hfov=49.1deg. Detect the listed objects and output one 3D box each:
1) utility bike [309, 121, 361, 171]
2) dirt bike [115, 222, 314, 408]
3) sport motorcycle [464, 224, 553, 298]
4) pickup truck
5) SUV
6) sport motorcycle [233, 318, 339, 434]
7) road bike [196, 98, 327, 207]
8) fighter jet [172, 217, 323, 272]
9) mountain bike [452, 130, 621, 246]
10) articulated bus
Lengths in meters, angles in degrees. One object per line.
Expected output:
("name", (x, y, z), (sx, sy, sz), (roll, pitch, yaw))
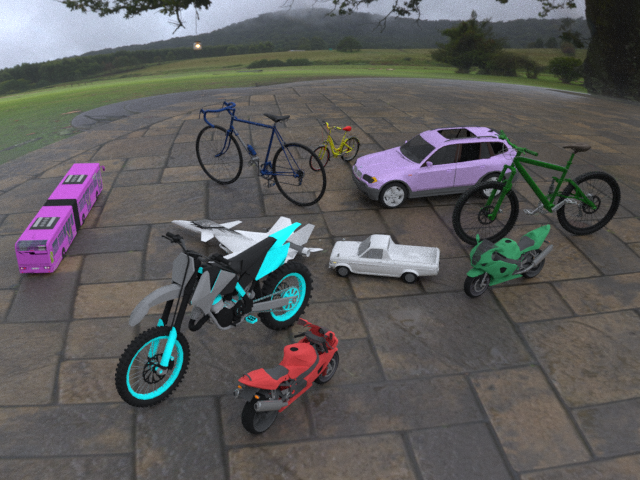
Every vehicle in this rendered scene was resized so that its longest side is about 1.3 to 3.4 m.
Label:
("utility bike", (0.358, -1.912, 14.014), (1.435, 0.946, 0.535), (-22, 34, -37))
("dirt bike", (-1.086, 0.692, 7.918), (1.024, 1.666, 2.903), (22, 33, 37))
("sport motorcycle", (2.599, 0.283, 9.704), (1.520, 0.821, 0.506), (-15, 30, -28))
("pickup truck", (0.939, 0.234, 10.154), (1.603, 0.511, 0.640), (5, 27, 10))
("SUV", (2.110, -1.406, 12.782), (3.058, 1.128, 1.276), (-6, 27, -12))
("sport motorcycle", (-0.289, 1.419, 7.398), (0.506, 0.821, 1.520), (20, 33, 35))
("road bike", (-1.134, -1.585, 12.549), (3.004, 1.656, 0.697), (17, 31, 30))
("fighter jet", (-1.357, -0.136, 10.851), (2.640, 0.557, 2.229), (17, 31, 30))
("mountain bike", (3.416, -0.760, 10.840), (2.857, 1.688, 1.114), (-6, 27, -12))
("articulated bus", (-4.185, -0.458, 11.501), (0.605, 0.561, 3.401), (-2, 26, -3))
